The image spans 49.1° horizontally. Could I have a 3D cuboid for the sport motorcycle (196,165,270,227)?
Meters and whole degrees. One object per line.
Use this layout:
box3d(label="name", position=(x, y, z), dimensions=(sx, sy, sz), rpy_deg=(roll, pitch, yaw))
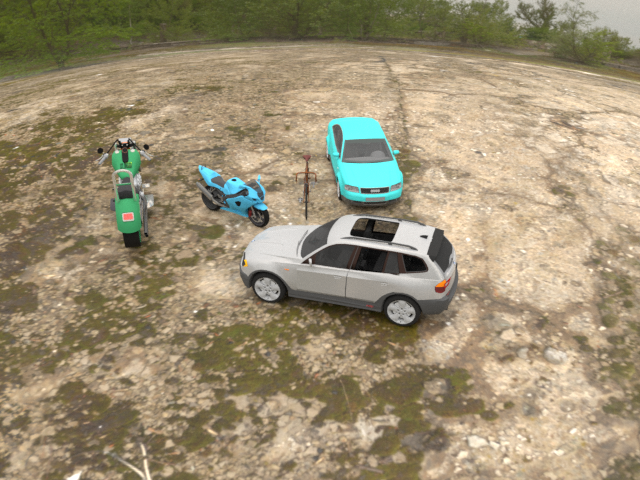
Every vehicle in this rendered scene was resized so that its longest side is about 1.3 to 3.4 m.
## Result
box3d(label="sport motorcycle", position=(-1.459, -0.744, 11.812), dimensions=(1.520, 0.821, 0.506), rpy_deg=(20, 36, 31))

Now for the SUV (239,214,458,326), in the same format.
box3d(label="SUV", position=(0.394, 0.261, 9.771), dimensions=(3.058, 1.128, 1.276), rpy_deg=(9, 31, 14))

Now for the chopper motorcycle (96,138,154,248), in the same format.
box3d(label="chopper motorcycle", position=(-3.195, -1.048, 11.680), dimensions=(0.906, 1.480, 3.040), rpy_deg=(-7, 31, -12))

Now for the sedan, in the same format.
box3d(label="sedan", position=(0.801, -1.633, 13.230), dimensions=(1.235, 0.940, 3.137), rpy_deg=(-3, 30, -5))

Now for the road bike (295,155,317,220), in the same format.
box3d(label="road bike", position=(-0.230, -0.991, 12.209), dimensions=(0.358, 0.852, 1.545), rpy_deg=(0, 30, 0))
